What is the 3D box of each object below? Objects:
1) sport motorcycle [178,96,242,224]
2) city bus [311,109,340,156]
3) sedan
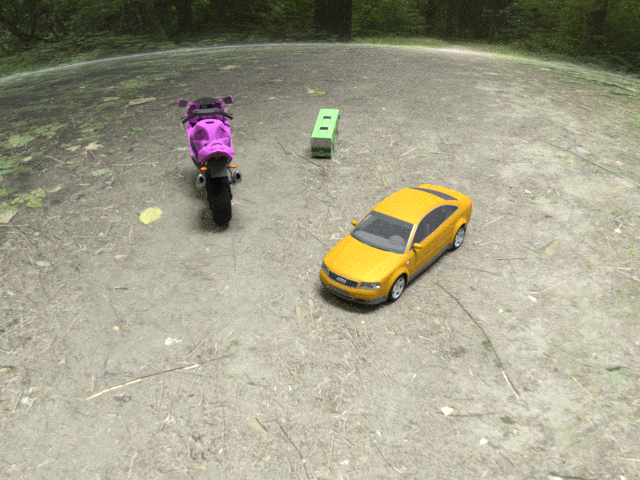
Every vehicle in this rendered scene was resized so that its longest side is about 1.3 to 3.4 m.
[{"bbox_3d":[-1.892,-1.495,12.347,0.983,1.596,2.955,-7,31,-11],"label":"sport motorcycle"},{"bbox_3d":[0.120,-2.255,14.754,0.476,0.460,1.674,3,31,6],"label":"city bus"},{"bbox_3d":[1.213,-0.097,10.622,1.235,0.940,3.137,21,37,32],"label":"sedan"}]
